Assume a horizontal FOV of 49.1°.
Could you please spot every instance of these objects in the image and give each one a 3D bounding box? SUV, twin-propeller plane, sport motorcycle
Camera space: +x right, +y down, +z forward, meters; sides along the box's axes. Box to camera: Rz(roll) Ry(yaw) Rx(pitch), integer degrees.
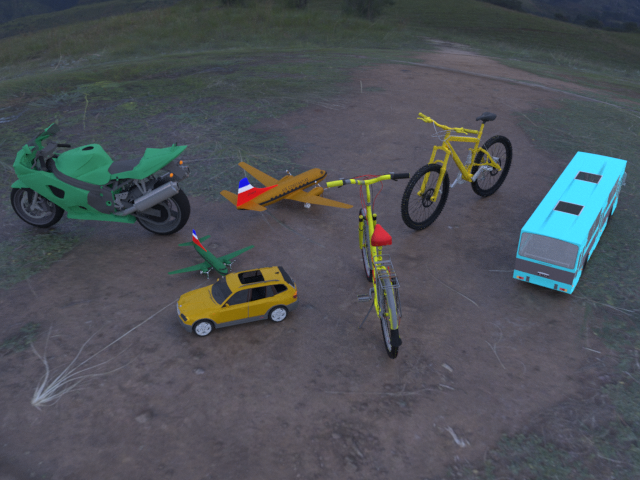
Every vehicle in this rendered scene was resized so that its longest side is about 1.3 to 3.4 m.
[{"bbox_3d":[-1.055,0.738,8.992,1.572,0.580,0.656,-9,31,-16],"label":"SUV"},{"bbox_3d":[-1.599,0.212,10.102,1.370,0.407,1.095,-19,34,-30],"label":"twin-propeller plane"},{"bbox_3d":[-0.601,-0.941,11.755,2.663,0.792,2.129,24,37,36],"label":"twin-propeller plane"},{"bbox_3d":[-3.419,-0.855,10.783,2.955,1.596,0.983,3,30,6],"label":"sport motorcycle"}]

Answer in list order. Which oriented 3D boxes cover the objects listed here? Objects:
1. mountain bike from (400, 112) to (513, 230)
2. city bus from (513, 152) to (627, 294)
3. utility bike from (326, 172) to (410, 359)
[{"bbox_3d":[2.303,-1.232,11.359,2.857,1.688,1.114,-25,38,-36],"label":"mountain bike"},{"bbox_3d":[3.833,-0.327,10.561,0.926,0.894,3.255,16,33,27],"label":"city bus"},{"bbox_3d":[0.621,0.164,8.729,1.039,1.839,2.791,-2,30,-4],"label":"utility bike"}]
